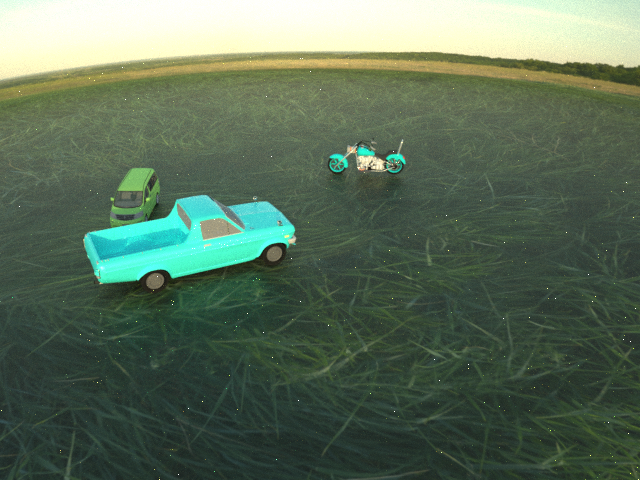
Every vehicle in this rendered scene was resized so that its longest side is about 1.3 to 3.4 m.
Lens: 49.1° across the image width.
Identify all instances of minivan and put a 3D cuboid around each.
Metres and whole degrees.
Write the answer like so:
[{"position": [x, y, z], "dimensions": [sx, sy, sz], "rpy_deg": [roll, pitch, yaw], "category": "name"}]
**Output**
[{"position": [-3.276, -0.737, 12.406], "dimensions": [0.681, 0.616, 1.548], "rpy_deg": [0, 27, 0], "category": "minivan"}]

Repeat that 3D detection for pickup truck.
[{"position": [-1.950, -0.062, 10.685], "dimensions": [3.117, 0.993, 1.244], "rpy_deg": [-13, 30, -23], "category": "pickup truck"}]

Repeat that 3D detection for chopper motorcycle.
[{"position": [0.938, -1.681, 14.077], "dimensions": [1.563, 0.761, 0.466], "rpy_deg": [3, 27, 6], "category": "chopper motorcycle"}]
